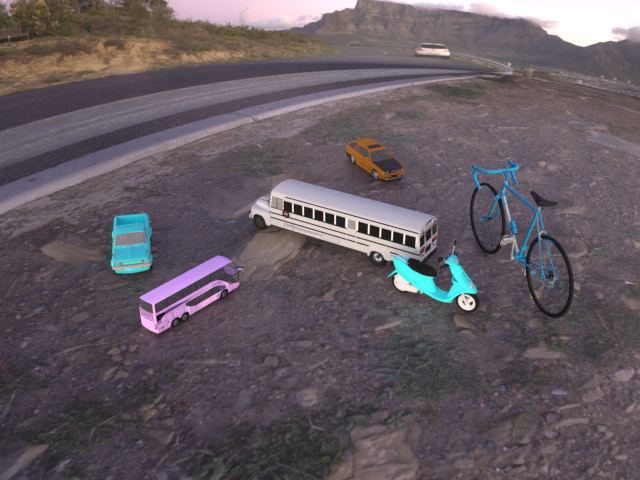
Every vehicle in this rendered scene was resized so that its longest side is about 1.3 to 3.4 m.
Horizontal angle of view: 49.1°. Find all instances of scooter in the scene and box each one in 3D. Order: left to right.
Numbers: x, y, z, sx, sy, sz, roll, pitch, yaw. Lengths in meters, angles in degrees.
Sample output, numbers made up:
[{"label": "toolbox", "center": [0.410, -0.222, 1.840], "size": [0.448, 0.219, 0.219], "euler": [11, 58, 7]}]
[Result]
[{"label": "scooter", "center": [1.630, 0.483, 9.983], "size": [1.399, 0.919, 0.662], "euler": [16, 32, 27]}]

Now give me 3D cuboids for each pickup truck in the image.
[{"label": "pickup truck", "center": [-3.048, -0.010, 11.323], "size": [0.640, 0.511, 1.603], "euler": [-6, 29, -12]}]

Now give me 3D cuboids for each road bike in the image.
[{"label": "road bike", "center": [2.925, -0.137, 10.355], "size": [0.696, 1.656, 3.004], "euler": [-7, 29, -13]}]

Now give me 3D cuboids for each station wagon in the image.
[{"label": "station wagon", "center": [1.136, -1.711, 14.500], "size": [0.682, 0.473, 1.597], "euler": [-13, 31, -23]}]

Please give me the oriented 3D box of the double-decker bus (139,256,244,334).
[{"label": "double-decker bus", "center": [-1.800, 0.730, 9.925], "size": [0.389, 0.541, 1.672], "euler": [21, 35, 33]}]

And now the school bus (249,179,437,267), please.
[{"label": "school bus", "center": [0.283, -0.329, 11.561], "size": [3.322, 0.844, 0.709], "euler": [17, 33, 28]}]
